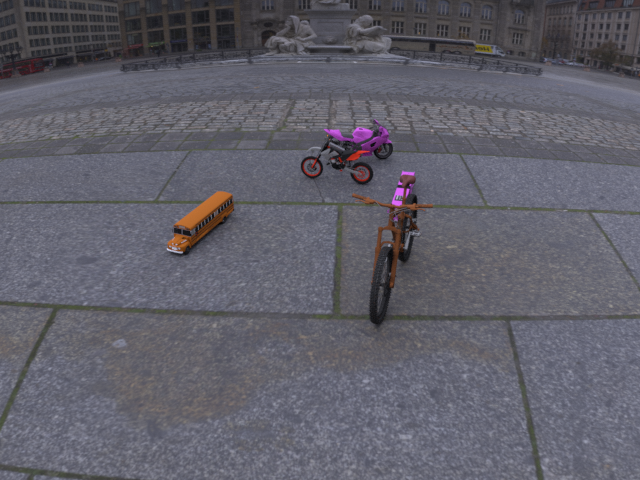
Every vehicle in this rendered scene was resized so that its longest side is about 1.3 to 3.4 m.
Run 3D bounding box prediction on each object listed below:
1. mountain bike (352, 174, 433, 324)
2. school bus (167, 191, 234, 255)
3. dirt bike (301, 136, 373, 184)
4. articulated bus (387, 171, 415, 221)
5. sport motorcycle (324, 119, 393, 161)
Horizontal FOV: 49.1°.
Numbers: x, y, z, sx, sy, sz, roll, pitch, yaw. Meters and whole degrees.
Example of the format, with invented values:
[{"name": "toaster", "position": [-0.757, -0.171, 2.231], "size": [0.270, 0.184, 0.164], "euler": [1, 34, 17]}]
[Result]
[{"name": "mountain bike", "position": [1.126, -0.049, 10.286], "size": [1.114, 1.688, 2.857], "euler": [9, 30, 15]}, {"name": "school bus", "position": [-2.045, -0.305, 12.031], "size": [0.365, 0.434, 1.708], "euler": [12, 31, 20]}, {"name": "dirt bike", "position": [0.328, -1.555, 13.834], "size": [1.493, 0.857, 0.527], "euler": [8, 30, 14]}, {"name": "articulated bus", "position": [1.549, -0.841, 13.138], "size": [0.311, 0.289, 1.749], "euler": [7, 30, 12]}, {"name": "sport motorcycle", "position": [0.820, -2.047, 14.752], "size": [1.520, 0.821, 0.506], "euler": [-6, 30, -11]}]
